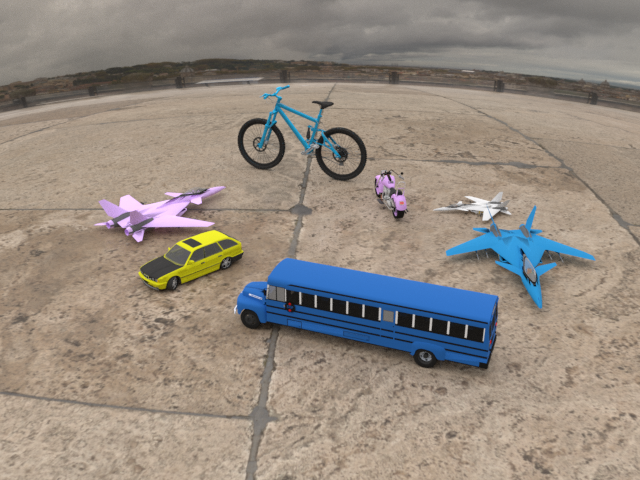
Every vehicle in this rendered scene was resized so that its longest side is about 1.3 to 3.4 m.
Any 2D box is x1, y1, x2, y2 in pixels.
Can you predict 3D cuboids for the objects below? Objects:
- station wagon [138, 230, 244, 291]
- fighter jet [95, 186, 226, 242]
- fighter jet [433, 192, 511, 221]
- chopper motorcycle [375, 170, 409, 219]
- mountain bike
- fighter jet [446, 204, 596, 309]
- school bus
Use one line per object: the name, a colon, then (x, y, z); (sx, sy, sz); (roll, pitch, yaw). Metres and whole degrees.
station wagon: (-1.918, 0.261, 10.426); (1.597, 0.473, 0.682); (-23, 33, -40)
fighter jet: (-2.599, -0.725, 12.440); (2.229, 0.557, 2.640); (17, 30, 33)
fighter jet: (2.698, -0.638, 12.574); (1.358, 0.286, 1.147); (-2, 25, -5)
chopper motorcycle: (1.259, -0.939, 12.657); (0.466, 0.761, 1.563); (-5, 25, -10)
mountain bike: (-0.400, -2.123, 14.097); (2.857, 1.688, 1.114); (10, 27, 20)
fighter jet: (3.037, 0.202, 10.455); (2.229, 0.557, 2.640); (2, 25, 4)
school bus: (0.490, 0.859, 8.709); (3.322, 0.844, 0.709); (10, 27, 20)
